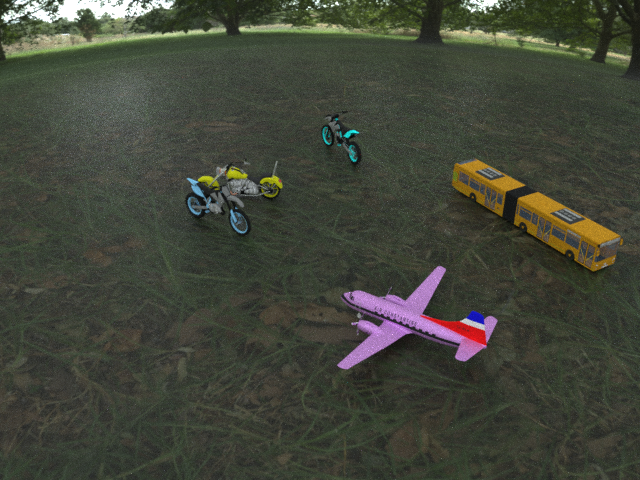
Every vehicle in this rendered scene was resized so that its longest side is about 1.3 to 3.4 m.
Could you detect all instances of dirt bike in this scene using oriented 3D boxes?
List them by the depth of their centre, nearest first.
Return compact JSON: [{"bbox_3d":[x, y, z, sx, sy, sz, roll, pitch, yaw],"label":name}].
[{"bbox_3d":[-1.717,-0.609,11.633,1.493,0.857,0.527,21,37,31],"label":"dirt bike"},{"bbox_3d":[0.414,-2.120,14.190,0.527,0.857,1.493,-16,34,-26],"label":"dirt bike"}]

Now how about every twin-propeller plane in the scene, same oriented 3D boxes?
[{"bbox_3d":[1.163,0.953,9.052,2.129,0.792,2.663,20,36,29],"label":"twin-propeller plane"}]

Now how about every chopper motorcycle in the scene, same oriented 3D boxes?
[{"bbox_3d":[-1.452,-1.087,12.535,1.563,0.761,0.466,3,31,5],"label":"chopper motorcycle"}]

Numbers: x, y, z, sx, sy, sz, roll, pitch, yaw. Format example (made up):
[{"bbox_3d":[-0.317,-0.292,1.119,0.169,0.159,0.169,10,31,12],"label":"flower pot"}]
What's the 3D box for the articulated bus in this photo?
[{"bbox_3d":[3.495,-0.510,11.756,0.605,0.561,3.401,-16,34,-25],"label":"articulated bus"}]
